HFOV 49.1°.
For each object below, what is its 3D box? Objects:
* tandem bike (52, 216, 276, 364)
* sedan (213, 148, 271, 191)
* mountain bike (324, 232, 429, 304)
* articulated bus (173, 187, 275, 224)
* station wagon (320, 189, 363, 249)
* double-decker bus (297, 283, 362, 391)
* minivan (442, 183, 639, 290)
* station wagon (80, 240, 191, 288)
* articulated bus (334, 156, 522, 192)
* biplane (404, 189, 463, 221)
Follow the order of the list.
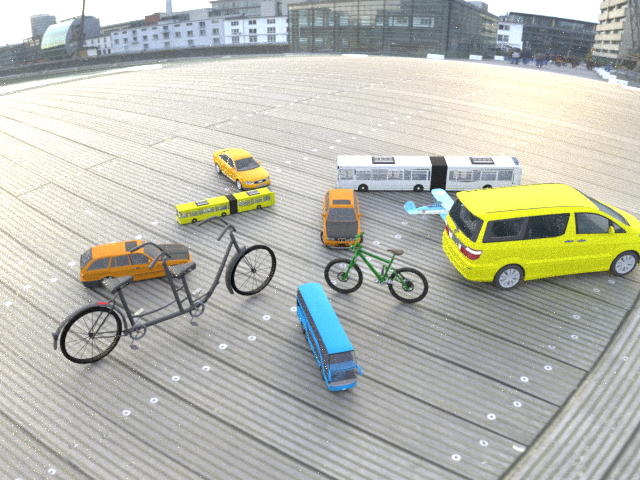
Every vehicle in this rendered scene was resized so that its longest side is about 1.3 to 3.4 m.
[{"bbox_3d":[-1.863,0.556,8.910,3.192,1.326,0.550,-21,35,-34],"label":"tandem bike"},{"bbox_3d":[-1.500,-1.405,13.334,0.635,0.483,1.613,-17,33,-28],"label":"sedan"},{"bbox_3d":[0.768,0.427,9.617,1.469,0.868,0.573,8,30,14],"label":"mountain bike"},{"bbox_3d":[-1.626,-0.597,12.072,1.749,0.289,0.311,-13,32,-23],"label":"articulated bus"},{"bbox_3d":[0.352,-0.400,11.524,0.682,0.473,1.597,0,29,1],"label":"station wagon"},{"bbox_3d":[0.066,1.174,8.602,0.389,0.541,1.672,-8,30,-14],"label":"double-decker bus"},{"bbox_3d":[3.382,-0.149,10.319,3.011,1.197,1.324,-6,29,-11],"label":"minivan"},{"bbox_3d":[-2.704,0.286,10.281,1.597,0.473,0.682,-9,30,-15],"label":"station wagon"},{"bbox_3d":[1.968,-1.231,12.938,3.401,0.561,0.605,0,29,1],"label":"articulated bus"},{"bbox_3d":[1.951,-0.529,11.725,1.090,0.504,1.336,-3,29,-5],"label":"biplane"}]
